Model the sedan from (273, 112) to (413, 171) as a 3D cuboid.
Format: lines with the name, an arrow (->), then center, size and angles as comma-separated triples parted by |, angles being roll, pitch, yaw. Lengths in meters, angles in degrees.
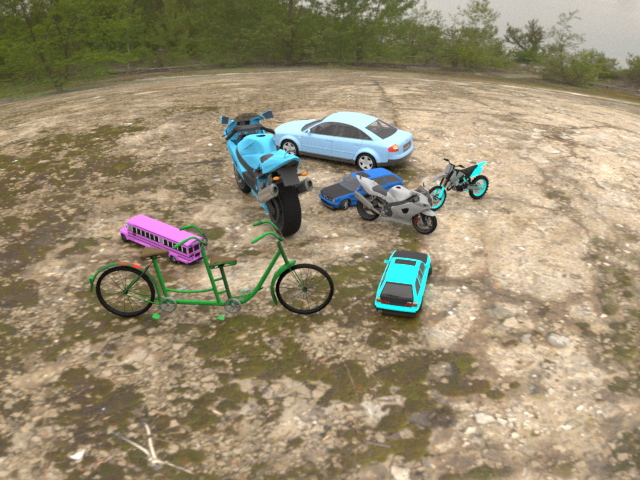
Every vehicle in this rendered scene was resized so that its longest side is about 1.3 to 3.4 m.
sedan -> 0.420, -2.196, 14.792 | 3.137, 0.940, 1.235 | 13, 29, 25

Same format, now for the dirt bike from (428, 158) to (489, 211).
dirt bike -> 2.480, -1.021, 12.512 | 1.493, 0.857, 0.527 | -15, 30, -28

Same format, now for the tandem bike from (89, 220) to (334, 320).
tandem bike -> -1.410, 0.419, 9.073 | 3.192, 1.326, 0.550 | -1, 26, -1

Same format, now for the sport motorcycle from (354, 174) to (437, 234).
sport motorcycle -> 1.265, -0.602, 11.705 | 1.520, 0.821, 0.506 | 16, 30, 29

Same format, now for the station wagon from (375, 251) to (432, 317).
station wagon -> 1.198, 0.500, 9.870 | 0.682, 0.473, 1.597 | 7, 27, 13

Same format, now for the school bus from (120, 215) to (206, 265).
school bus -> -2.513, -0.029, 10.983 | 1.708, 0.434, 0.365 | 19, 32, 33

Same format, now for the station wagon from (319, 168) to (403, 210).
station wagon -> 0.754, -0.972, 12.845 | 1.597, 0.473, 0.682 | -14, 30, -27

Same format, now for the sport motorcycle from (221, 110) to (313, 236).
sport motorcycle -> -0.980, -1.212, 12.064 | 0.983, 1.596, 2.955 | -11, 28, -22
